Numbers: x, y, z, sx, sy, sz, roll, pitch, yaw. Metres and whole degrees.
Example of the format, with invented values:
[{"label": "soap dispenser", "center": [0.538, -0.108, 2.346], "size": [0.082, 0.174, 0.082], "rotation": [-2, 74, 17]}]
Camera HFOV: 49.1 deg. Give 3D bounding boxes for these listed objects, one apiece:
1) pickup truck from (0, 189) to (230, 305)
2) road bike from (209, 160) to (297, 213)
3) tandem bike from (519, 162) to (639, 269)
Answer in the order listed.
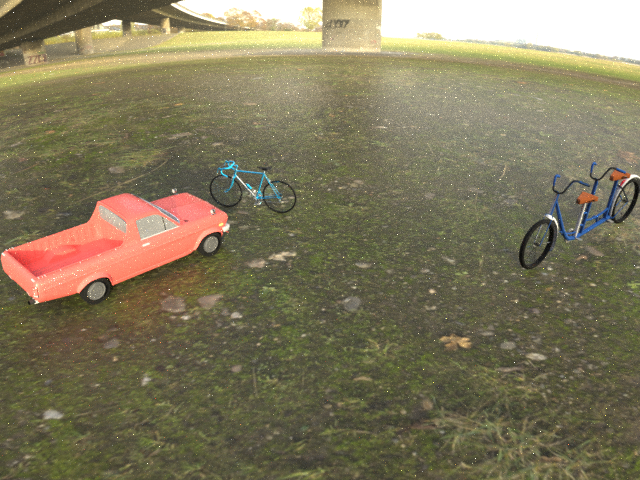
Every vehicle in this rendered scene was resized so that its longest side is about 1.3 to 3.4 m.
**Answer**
[{"label": "pickup truck", "center": [-2.820, -0.029, 9.970], "size": [3.117, 0.993, 1.244], "rotation": [-24, 37, -37]}, {"label": "road bike", "center": [-1.135, -0.887, 11.707], "size": [1.545, 0.852, 0.358], "rotation": [7, 29, 13]}, {"label": "tandem bike", "center": [4.044, -0.532, 10.551], "size": [3.192, 1.326, 0.550], "rotation": [-21, 35, -34]}]
